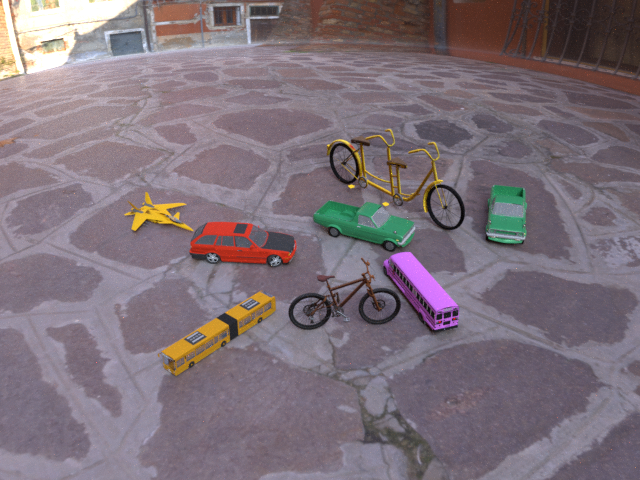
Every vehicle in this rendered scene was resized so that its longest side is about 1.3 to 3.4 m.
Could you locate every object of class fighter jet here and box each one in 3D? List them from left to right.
[{"bbox_3d":[-2.580,-0.424,11.571,1.358,0.286,1.147,20,36,31],"label":"fighter jet"}]

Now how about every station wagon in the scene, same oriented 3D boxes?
[{"bbox_3d":[-1.154,0.029,10.610,1.597,0.473,0.682,3,30,5],"label":"station wagon"}]

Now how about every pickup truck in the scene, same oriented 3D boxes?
[{"bbox_3d":[0.701,-0.304,11.144,1.603,0.511,0.640,15,33,24],"label":"pickup truck"},{"bbox_3d":[3.064,-0.486,11.456,0.640,0.511,1.603,7,31,12],"label":"pickup truck"}]

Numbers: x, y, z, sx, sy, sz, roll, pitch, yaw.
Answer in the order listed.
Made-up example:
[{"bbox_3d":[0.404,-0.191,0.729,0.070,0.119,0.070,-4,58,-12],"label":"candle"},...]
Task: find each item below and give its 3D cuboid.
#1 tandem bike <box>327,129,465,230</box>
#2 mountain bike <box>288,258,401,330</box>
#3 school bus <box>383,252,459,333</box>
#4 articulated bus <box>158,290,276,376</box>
[{"bbox_3d":[1.206,-1.209,11.887,0.550,1.326,3.192,-24,38,-35],"label":"tandem bike"},{"bbox_3d":[0.324,0.759,8.966,1.469,0.868,0.573,-4,30,-6],"label":"mountain bike"},{"bbox_3d":[1.339,0.637,9.606,0.365,0.434,1.708,-10,32,-17],"label":"school bus"},{"bbox_3d":[-1.250,1.148,8.874,0.311,0.289,1.749,23,38,34],"label":"articulated bus"}]
